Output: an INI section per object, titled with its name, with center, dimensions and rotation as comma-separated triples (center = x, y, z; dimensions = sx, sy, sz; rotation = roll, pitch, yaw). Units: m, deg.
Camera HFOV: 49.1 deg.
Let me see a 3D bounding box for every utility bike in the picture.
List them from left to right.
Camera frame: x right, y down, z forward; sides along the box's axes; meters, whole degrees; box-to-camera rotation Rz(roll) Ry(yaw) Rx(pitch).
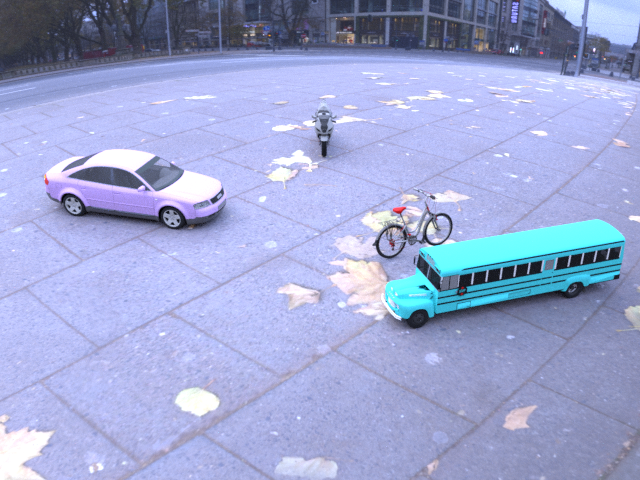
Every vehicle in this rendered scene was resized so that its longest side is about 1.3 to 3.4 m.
[utility bike]
center = 1.384, -0.267, 10.486
dimensions = 1.435, 0.946, 0.535
rotation = -14, 31, -24

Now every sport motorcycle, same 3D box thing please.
[sport motorcycle]
center = 0.081, -2.322, 14.453
dimensions = 0.506, 0.821, 1.520
rotation = 0, 28, 0

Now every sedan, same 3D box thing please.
[sedan]
center = -3.100, -0.956, 11.777
dimensions = 3.137, 0.940, 1.235
rotation = 8, 29, 14

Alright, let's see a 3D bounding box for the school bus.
[school bus]
center = 2.443, 0.408, 9.334
dimensions = 3.322, 0.844, 0.709
rotation = -9, 29, -16
